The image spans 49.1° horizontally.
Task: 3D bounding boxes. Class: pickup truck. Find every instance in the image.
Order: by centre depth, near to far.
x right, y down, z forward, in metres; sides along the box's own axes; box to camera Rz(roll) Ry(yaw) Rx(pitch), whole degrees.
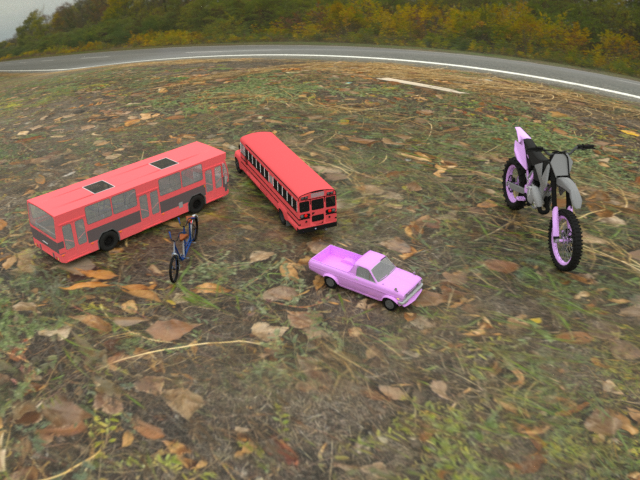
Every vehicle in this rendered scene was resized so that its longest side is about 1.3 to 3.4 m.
[{"bbox_3d":[0.627,0.448,9.772,1.603,0.511,0.640,19,35,30],"label":"pickup truck"}]

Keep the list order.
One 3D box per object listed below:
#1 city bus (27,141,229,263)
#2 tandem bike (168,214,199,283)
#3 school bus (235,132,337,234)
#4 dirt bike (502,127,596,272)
[{"bbox_3d":[-2.965,-0.652,11.330,0.926,0.894,3.255,24,37,36],"label":"city bus"},{"bbox_3d":[-2.019,-0.009,10.406,0.283,0.682,1.642,2,30,4],"label":"tandem bike"},{"bbox_3d":[-0.711,-1.120,12.210,0.709,0.844,3.322,-13,32,-21],"label":"school bus"},{"bbox_3d":[3.439,-0.799,10.805,1.024,1.666,2.903,-3,30,-6],"label":"dirt bike"}]
